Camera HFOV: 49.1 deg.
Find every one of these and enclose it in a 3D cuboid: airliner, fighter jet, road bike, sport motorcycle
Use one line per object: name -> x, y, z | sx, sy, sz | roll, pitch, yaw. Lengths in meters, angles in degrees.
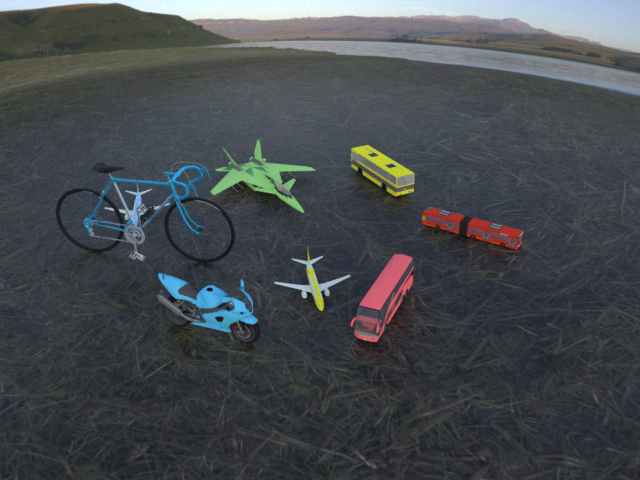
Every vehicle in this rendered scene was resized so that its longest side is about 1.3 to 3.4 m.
airliner -> -0.087, 0.580, 10.438 | 1.161, 0.429, 1.307 | -5, 30, -9
fighter jet -> -0.976, -1.195, 13.479 | 2.229, 0.557, 2.640 | -16, 33, -27
airliner -> -3.310, -0.637, 12.613 | 1.161, 0.429, 1.307 | -4, 30, -8
road bike -> -2.798, -0.446, 11.015 | 3.004, 1.656, 0.697 | 5, 30, 9
sport motorcycle -> -1.494, 0.915, 9.439 | 1.520, 0.821, 0.506 | 12, 31, 20

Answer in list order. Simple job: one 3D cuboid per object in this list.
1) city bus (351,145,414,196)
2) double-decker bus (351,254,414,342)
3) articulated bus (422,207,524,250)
city bus -> 1.215, -1.371, 13.894 | 0.476, 0.460, 1.674 | -15, 33, -25
double-decker bus -> 0.922, 0.813, 9.907 | 0.389, 0.541, 1.672 | 12, 31, 21
articulated bus -> 2.597, -0.214, 12.000 | 1.749, 0.289, 0.311 | 17, 33, 28
